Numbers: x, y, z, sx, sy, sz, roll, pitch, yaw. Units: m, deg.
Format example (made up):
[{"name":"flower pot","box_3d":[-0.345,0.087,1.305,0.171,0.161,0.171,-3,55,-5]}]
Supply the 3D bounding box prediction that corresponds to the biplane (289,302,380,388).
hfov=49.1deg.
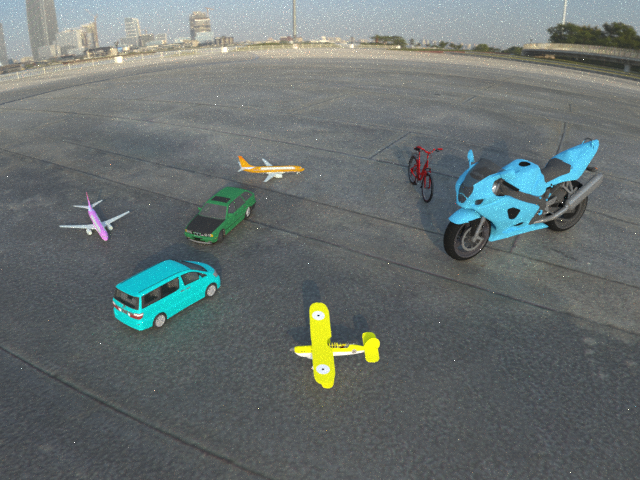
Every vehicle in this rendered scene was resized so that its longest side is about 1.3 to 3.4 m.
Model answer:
[{"name":"biplane","box_3d":[0.178,1.327,8.437,1.090,0.504,1.336,-2,28,-3]}]

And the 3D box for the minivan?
[{"name":"minivan","box_3d":[-2.064,0.644,9.581,0.681,0.616,1.548,20,34,33]}]

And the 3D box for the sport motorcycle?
[{"name":"sport motorcycle","box_3d":[3.165,-0.652,10.943,2.955,1.596,0.983,-15,32,-25]}]

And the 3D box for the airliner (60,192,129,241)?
[{"name":"airliner","box_3d":[-3.729,-0.381,11.668,1.161,0.429,1.307,-14,32,-25]}]

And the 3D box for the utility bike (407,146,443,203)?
[{"name":"utility bike","box_3d":[1.905,-1.328,12.873,0.535,0.946,1.435,-5,29,-9]}]

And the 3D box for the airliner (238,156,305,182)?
[{"name":"airliner","box_3d":[-0.952,-1.465,13.669,1.307,0.429,1.161,-3,29,-5]}]

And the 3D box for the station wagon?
[{"name":"station wagon","box_3d":[-1.669,-0.461,11.771,0.682,0.473,1.597,11,30,19]}]
